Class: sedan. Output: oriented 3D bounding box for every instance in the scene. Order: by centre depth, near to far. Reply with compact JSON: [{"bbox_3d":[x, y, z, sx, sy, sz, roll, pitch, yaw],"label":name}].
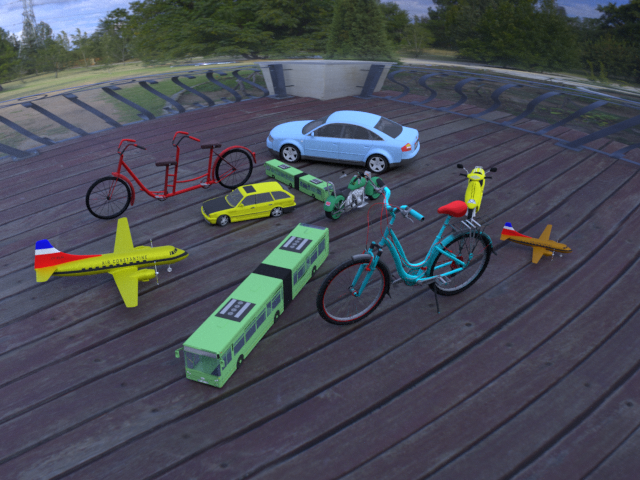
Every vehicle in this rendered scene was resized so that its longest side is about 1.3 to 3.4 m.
[{"bbox_3d":[0.441,-2.085,14.134,3.137,0.940,1.235,8,29,15],"label":"sedan"}]

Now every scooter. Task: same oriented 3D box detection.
[{"bbox_3d":[2.649,-0.901,11.960,0.662,0.919,1.399,8,29,14],"label":"scooter"}]

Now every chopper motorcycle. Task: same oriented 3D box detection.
[{"bbox_3d":[0.605,-0.870,12.068,0.466,0.761,1.563,21,35,34],"label":"chopper motorcycle"}]

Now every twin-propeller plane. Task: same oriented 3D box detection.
[{"bbox_3d":[-2.958,0.227,10.000,2.129,0.792,2.663,-8,29,-15],"label":"twin-propeller plane"},{"bbox_3d":[3.351,0.000,10.827,1.095,0.407,1.370,13,31,22],"label":"twin-propeller plane"}]

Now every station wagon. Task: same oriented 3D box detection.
[{"bbox_3d":[-1.233,-0.653,11.969,1.597,0.473,0.682,-11,30,-19],"label":"station wagon"}]

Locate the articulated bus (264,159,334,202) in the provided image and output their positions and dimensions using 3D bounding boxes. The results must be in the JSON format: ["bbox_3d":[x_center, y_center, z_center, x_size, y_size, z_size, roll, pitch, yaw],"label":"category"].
[{"bbox_3d":[-0.403,-1.122,13.033,0.311,0.289,1.749,-23,36,-36],"label":"articulated bus"}]

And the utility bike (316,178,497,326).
[{"bbox_3d":[1.257,0.177,8.990,2.791,1.839,1.039,-13,31,-23],"label":"utility bike"}]

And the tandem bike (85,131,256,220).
[{"bbox_3d":[-2.523,-1.247,12.173,3.192,1.326,0.550,-17,33,-29],"label":"tandem bike"}]

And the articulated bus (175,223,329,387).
[{"bbox_3d":[-0.725,0.722,9.324,0.605,0.561,3.401,11,30,20],"label":"articulated bus"}]
